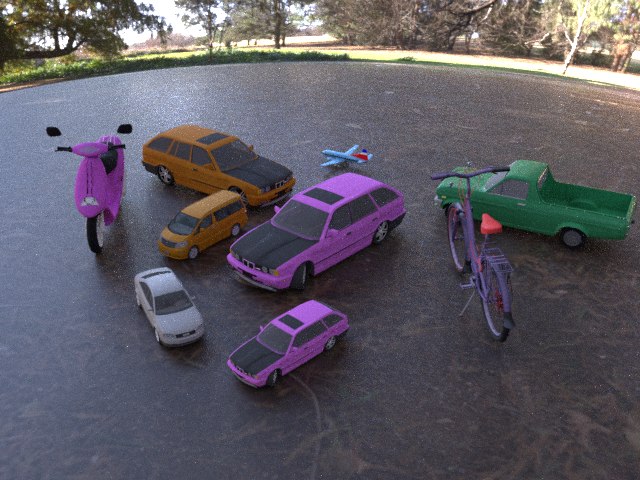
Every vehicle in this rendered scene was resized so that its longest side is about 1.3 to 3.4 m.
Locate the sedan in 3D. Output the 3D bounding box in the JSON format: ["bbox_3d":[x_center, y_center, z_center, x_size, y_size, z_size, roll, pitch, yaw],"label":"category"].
[{"bbox_3d":[-1.985,0.807,9.130,0.635,0.483,1.613,-13,31,-24],"label":"sedan"}]

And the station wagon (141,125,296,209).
[{"bbox_3d":[-1.899,-1.434,12.912,3.105,0.920,1.327,19,33,32],"label":"station wagon"}]

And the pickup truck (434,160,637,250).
[{"bbox_3d":[3.484,-0.693,11.429,3.117,0.993,1.244,14,31,24],"label":"pickup truck"}]

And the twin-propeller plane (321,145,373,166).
[{"bbox_3d":[0.489,-1.708,13.983,1.095,0.407,1.370,17,32,29],"label":"twin-propeller plane"}]

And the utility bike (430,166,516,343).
[{"bbox_3d":[1.973,0.040,9.130,1.039,1.839,2.791,-3,28,-5],"label":"utility bike"}]

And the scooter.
[{"bbox_3d":[-3.559,-1.101,11.351,1.288,1.786,2.721,-3,28,-6],"label":"scooter"}]

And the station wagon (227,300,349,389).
[{"bbox_3d":[-0.370,1.188,8.416,0.682,0.473,1.597,24,36,38],"label":"station wagon"}]

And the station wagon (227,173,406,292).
[{"bbox_3d":[0.005,-0.243,10.652,1.327,0.920,3.105,22,35,36],"label":"station wagon"}]

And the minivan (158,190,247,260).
[{"bbox_3d":[-1.841,-0.248,10.989,0.681,0.616,1.548,19,33,32],"label":"minivan"}]
